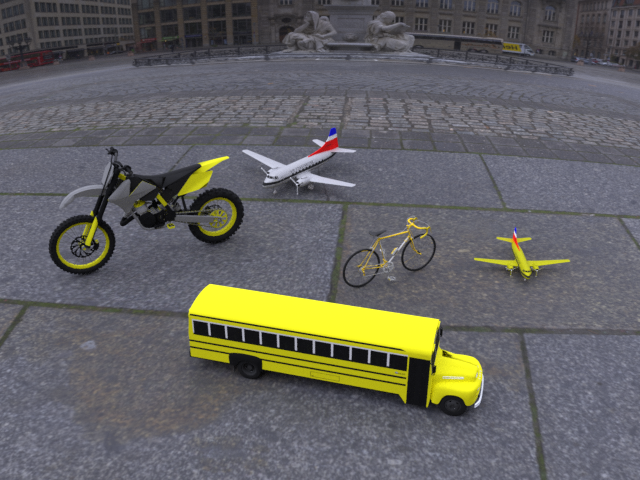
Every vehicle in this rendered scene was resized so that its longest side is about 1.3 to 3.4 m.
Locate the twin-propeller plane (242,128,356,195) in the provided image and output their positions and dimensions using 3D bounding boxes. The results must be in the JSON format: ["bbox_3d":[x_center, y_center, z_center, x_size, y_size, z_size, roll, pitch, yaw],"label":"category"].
[{"bbox_3d":[-0.318,-1.447,12.829,2.663,0.792,2.129,21,35,34],"label":"twin-propeller plane"}]

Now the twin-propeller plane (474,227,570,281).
[{"bbox_3d":[2.913,0.213,10.161,1.370,0.407,1.095,1,28,2],"label":"twin-propeller plane"}]

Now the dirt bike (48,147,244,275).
[{"bbox_3d":[-2.462,-0.470,10.101,2.903,1.666,1.024,-15,32,-25],"label":"dirt bike"}]

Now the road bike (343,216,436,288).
[{"bbox_3d":[0.992,0.173,9.768,1.545,0.852,0.358,-14,31,-24],"label":"road bike"}]

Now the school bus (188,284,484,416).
[{"bbox_3d":[0.171,1.194,7.885,3.322,0.844,0.709,8,29,14],"label":"school bus"}]
